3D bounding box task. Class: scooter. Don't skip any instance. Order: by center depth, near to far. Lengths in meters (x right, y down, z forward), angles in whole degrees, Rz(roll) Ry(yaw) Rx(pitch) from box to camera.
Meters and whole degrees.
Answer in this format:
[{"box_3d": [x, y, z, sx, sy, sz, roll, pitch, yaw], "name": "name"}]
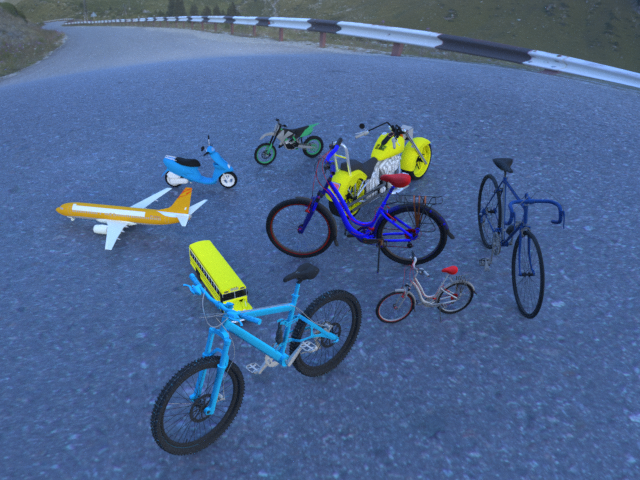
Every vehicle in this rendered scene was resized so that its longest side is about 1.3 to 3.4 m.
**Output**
[{"box_3d": [-2.216, -1.377, 12.755, 1.399, 0.919, 0.662, 1, 29, 2], "name": "scooter"}]

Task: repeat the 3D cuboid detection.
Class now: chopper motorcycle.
[{"box_3d": [1.126, -1.403, 12.221, 0.906, 1.480, 3.040, 20, 35, 32], "name": "chopper motorcycle"}]

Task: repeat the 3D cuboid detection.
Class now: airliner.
[{"box_3d": [-3.197, -0.581, 11.396, 2.541, 0.835, 2.257, 6, 29, 11], "name": "airliner"}]

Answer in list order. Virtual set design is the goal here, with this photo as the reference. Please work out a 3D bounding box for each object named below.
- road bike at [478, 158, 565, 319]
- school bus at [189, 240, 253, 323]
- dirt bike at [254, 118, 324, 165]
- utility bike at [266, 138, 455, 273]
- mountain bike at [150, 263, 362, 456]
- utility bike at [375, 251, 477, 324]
[{"box_3d": [2.662, -0.209, 9.870, 0.697, 1.656, 3.004, -2, 29, -3], "name": "road bike"}, {"box_3d": [-1.386, 0.565, 9.732, 0.365, 0.434, 1.708, -14, 32, -24], "name": "school bus"}, {"box_3d": [-0.606, -1.954, 13.866, 1.493, 0.857, 0.527, -13, 31, -21], "name": "dirt bike"}, {"box_3d": [0.562, -0.406, 10.037, 2.791, 1.839, 1.039, 3, 29, 6], "name": "utility bike"}, {"box_3d": [-0.571, 1.111, 7.441, 2.857, 1.688, 1.114, -24, 37, -37], "name": "mountain bike"}, {"box_3d": [1.421, 0.659, 9.030, 1.435, 0.946, 0.535, -8, 30, -13], "name": "utility bike"}]
